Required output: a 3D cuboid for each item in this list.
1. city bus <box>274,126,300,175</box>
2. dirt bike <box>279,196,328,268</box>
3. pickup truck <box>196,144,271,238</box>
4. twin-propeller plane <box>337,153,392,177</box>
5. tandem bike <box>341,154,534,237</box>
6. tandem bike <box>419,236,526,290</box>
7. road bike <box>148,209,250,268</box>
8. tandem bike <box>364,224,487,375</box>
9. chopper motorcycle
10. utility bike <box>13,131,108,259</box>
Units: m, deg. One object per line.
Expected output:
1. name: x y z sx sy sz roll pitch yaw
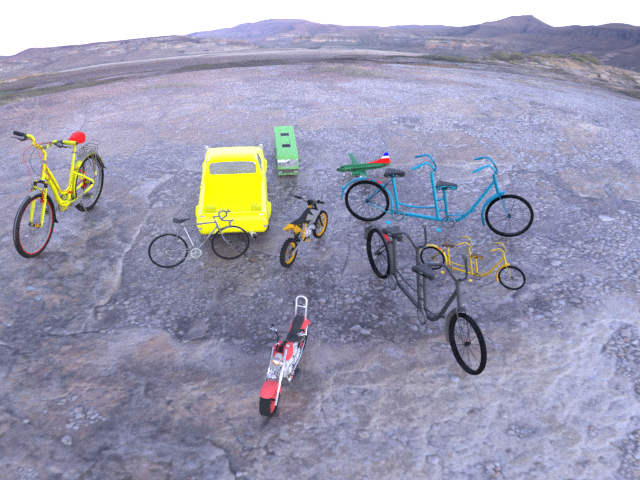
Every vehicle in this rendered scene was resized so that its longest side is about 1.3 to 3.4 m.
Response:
1. city bus: -0.698 -1.820 14.271 0.476 0.460 1.674 -3 29 -5
2. dirt bike: -0.243 -0.201 10.979 0.527 0.857 1.493 14 32 24
3. pickup truck: -1.508 -0.996 12.258 1.244 0.993 3.117 -3 29 -5
4. twin-propeller plane: 0.853 -1.488 13.732 1.095 0.407 1.370 -6 30 -11
5. tandem bike: 1.903 -0.768 11.512 3.192 1.326 0.550 7 30 12
6. tandem bike: 2.220 0.285 10.294 1.642 0.682 0.283 15 32 24
7. road bike: -1.838 -0.007 10.639 1.545 0.852 0.358 -8 30 -14
8. tandem bike: 1.315 0.473 9.300 0.550 1.326 3.192 -12 31 -20
9. chopper motorcycle: -0.413 1.353 8.308 0.466 0.761 1.563 8 30 13
10. utility bike: -4.114 -0.974 11.354 1.039 1.839 2.791 6 30 11
